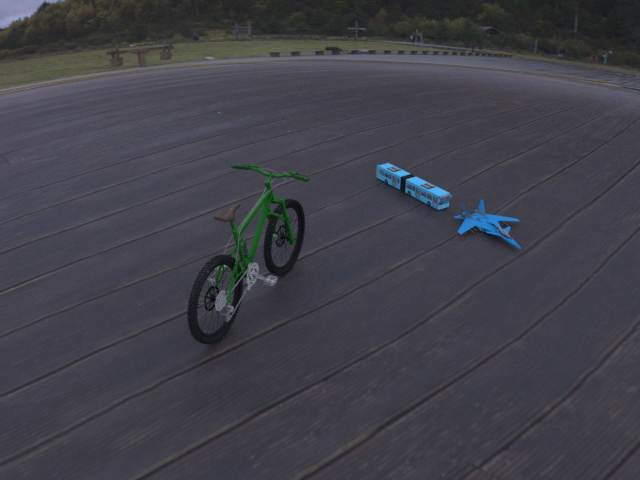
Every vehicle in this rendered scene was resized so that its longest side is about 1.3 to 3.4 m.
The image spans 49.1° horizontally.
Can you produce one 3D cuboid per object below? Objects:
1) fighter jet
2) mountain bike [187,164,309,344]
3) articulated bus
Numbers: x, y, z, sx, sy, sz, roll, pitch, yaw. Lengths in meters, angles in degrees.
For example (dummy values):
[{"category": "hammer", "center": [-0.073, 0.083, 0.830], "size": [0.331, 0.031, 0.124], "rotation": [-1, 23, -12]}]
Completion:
[{"category": "fighter jet", "center": [2.741, -0.234, 11.026], "size": [1.147, 0.286, 1.358], "rotation": [-12, 30, -21]}, {"category": "mountain bike", "center": [-0.855, 0.072, 8.933], "size": [1.114, 1.688, 2.857], "rotation": [12, 30, 22]}, {"category": "articulated bus", "center": [1.628, -0.973, 12.432], "size": [0.311, 0.289, 1.749], "rotation": [-17, 32, -29]}]
